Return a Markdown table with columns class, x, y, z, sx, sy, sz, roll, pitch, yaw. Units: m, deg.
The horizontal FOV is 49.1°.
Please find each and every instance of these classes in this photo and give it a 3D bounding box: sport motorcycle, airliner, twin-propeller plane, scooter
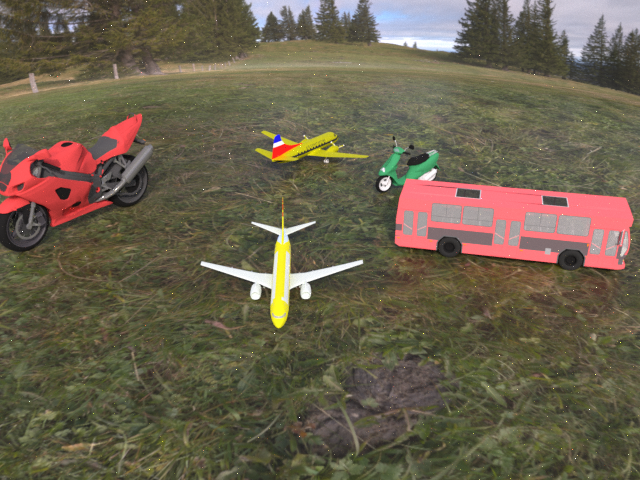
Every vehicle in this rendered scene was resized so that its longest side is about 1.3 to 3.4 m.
| class | x | y | z | sx | sy | sz | roll | pitch | yaw |
| --- | --- | --- | --- | --- | --- | --- | --- | --- | --- |
| sport motorcycle | -3.858 | -0.966 | 11.078 | 0.983 | 1.596 | 2.955 | 16 | 31 | 30 |
| airliner | -0.523 | 0.274 | 9.435 | 2.257 | 0.835 | 2.541 | -1 | 26 | -1 |
| twin-propeller plane | -0.266 | -1.926 | 13.919 | 2.663 | 0.792 | 2.129 | 19 | 32 | 33 |
| scooter | 1.614 | -1.387 | 12.688 | 1.399 | 0.919 | 0.662 | -13 | 29 | -25 |

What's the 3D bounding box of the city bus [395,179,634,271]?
| class | x | y | z | sx | sy | sz | roll | pitch | yaw |
| --- | --- | --- | --- | --- | --- | --- | --- | --- | --- |
| city bus | 2.791 | -0.220 | 10.364 | 3.255 | 0.894 | 0.926 | 6 | 27 | 12 |
